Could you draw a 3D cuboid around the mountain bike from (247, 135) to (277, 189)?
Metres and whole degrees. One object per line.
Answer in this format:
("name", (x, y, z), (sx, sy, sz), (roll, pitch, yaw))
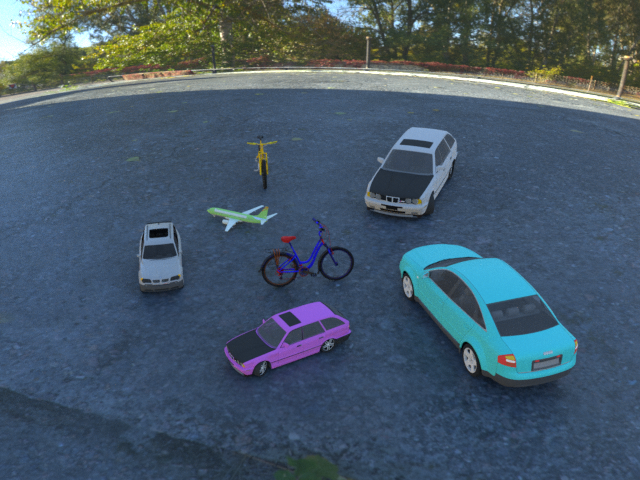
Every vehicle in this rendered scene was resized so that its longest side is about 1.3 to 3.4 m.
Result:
("mountain bike", (-1.141, -1.602, 13.772), (0.573, 0.868, 1.469), (-4, 27, -8))

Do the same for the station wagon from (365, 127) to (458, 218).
("station wagon", (1.788, -1.388, 13.296), (1.327, 0.920, 3.105), (10, 29, 19))

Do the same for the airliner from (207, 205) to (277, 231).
("airliner", (-1.422, -0.497, 12.094), (1.307, 0.429, 1.161), (13, 30, 24))

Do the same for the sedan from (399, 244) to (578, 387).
("sedan", (2.058, 0.735, 9.128), (1.235, 0.940, 3.137), (-9, 28, -16))

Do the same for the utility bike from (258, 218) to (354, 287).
("utility bike", (-0.208, 0.190, 10.185), (1.435, 0.946, 0.535), (-6, 28, -11))

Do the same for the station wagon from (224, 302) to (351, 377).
("station wagon", (-0.405, 1.189, 8.752), (1.597, 0.473, 0.682), (-16, 31, -28))

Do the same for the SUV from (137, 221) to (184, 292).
("SUV", (-2.398, 0.223, 10.523), (0.656, 0.580, 1.572), (-5, 28, -10))
